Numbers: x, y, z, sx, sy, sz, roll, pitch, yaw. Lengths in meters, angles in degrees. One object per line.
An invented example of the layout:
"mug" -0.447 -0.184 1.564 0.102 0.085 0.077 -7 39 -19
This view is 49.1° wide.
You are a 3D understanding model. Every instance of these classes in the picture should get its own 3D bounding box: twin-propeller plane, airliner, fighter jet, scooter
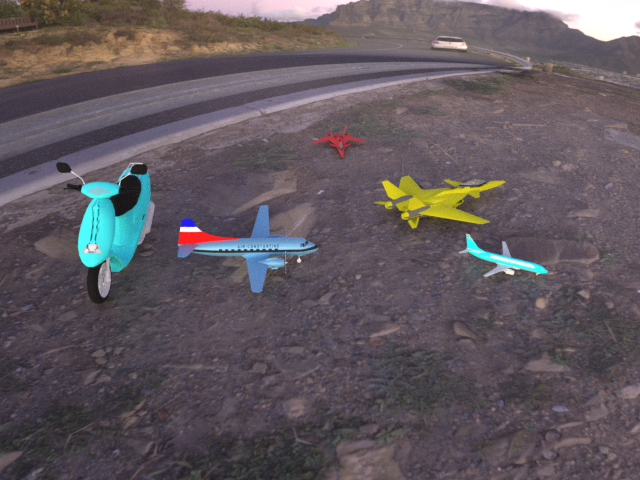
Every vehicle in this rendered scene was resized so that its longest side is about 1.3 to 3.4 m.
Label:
"twin-propeller plane" -1.083 0.015 10.601 2.129 0.792 2.663 -1 29 -2
"airliner" 2.801 0.227 10.592 1.307 0.429 1.161 14 32 23
"fighter jet" 0.426 -2.114 14.947 1.147 0.286 1.358 -2 29 -3
"scooter" -3.013 -0.431 10.379 1.288 1.786 2.721 2 29 3
"fighter jet" 2.368 -0.919 12.520 2.640 0.557 2.229 -16 33 -27
